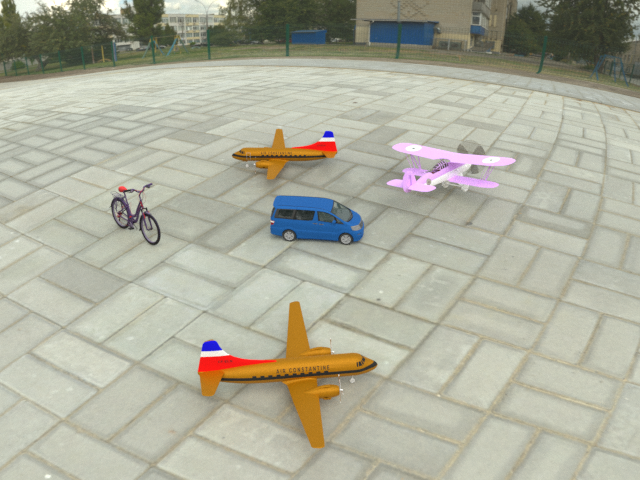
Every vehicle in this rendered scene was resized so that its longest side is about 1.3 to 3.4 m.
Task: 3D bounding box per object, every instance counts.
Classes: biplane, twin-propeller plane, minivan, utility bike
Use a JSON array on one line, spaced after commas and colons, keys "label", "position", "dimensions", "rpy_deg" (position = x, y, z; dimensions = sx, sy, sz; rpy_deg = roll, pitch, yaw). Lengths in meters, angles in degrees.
[{"label": "biplane", "position": [2.163, -1.235, 12.801], "dimensions": [2.120, 0.981, 2.598], "rpy_deg": [-26, 38, -38]}, {"label": "twin-propeller plane", "position": [-0.364, 1.435, 8.219], "dimensions": [2.129, 0.792, 2.663], "rpy_deg": [-3, 29, -6]}, {"label": "minivan", "position": [-0.040, -0.353, 11.598], "dimensions": [1.548, 0.616, 0.681], "rpy_deg": [3, 29, 6]}, {"label": "twin-propeller plane", "position": [-0.716, -1.815, 14.033], "dimensions": [2.129, 0.792, 2.663], "rpy_deg": [0, 29, 1]}, {"label": "utility bike", "position": [-3.046, -0.519, 11.557], "dimensions": [1.435, 0.946, 0.535], "rpy_deg": [24, 37, 36]}]
